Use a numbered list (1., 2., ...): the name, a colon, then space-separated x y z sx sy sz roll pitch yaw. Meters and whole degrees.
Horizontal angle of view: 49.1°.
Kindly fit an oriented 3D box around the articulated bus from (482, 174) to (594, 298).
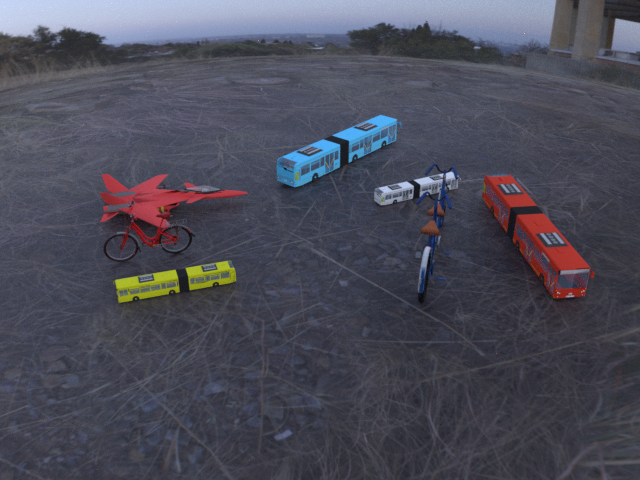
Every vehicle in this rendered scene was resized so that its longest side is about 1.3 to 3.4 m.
1. articulated bus: 3.424 -0.174 11.452 0.605 0.561 3.401 -3 30 -6

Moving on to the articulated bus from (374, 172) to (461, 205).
1. articulated bus: 1.833 -0.968 13.144 1.749 0.289 0.311 -14 32 -23

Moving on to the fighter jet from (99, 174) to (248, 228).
1. fighter jet: -2.628 -0.885 12.722 2.640 0.557 2.229 -6 30 -11

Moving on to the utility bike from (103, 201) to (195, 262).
1. utility bike: -2.670 -0.102 10.933 1.435 0.946 0.535 -9 31 -16

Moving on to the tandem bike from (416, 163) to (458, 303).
1. tandem bike: 1.780 -0.257 10.821 0.550 1.326 3.192 7 30 13

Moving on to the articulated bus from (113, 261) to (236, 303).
1. articulated bus: -2.129 0.609 10.339 1.749 0.289 0.311 -10 31 -16

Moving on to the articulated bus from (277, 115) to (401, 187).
1. articulated bus: 0.450 -1.886 14.498 0.605 0.561 3.401 23 37 35
